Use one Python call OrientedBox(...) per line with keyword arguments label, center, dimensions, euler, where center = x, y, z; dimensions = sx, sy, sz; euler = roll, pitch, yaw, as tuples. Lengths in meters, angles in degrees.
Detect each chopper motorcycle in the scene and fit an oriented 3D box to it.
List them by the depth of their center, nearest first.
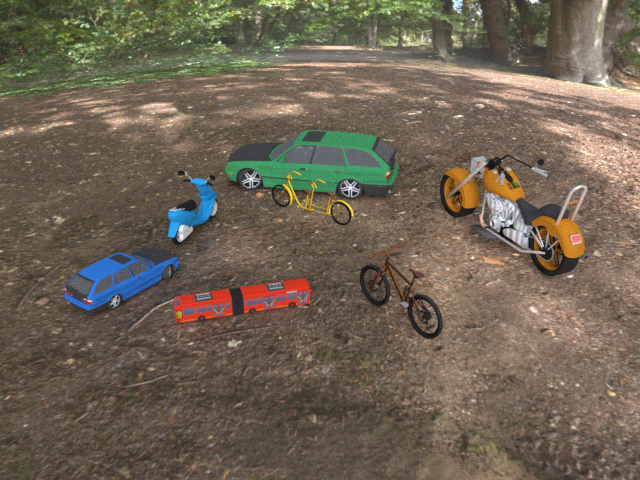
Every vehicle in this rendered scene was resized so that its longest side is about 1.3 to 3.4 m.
OrientedBox(label="chopper motorcycle", center=(2.754, -0.608, 10.356), dimensions=(0.906, 1.480, 3.040), euler=(-12, 30, -22))

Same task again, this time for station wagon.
OrientedBox(label="station wagon", center=(-2.625, 0.443, 9.415), dimensions=(0.682, 0.473, 1.597), euler=(19, 33, 32))
OrientedBox(label="station wagon", center=(-0.164, -1.445, 12.593), dimensions=(3.105, 0.920, 1.327), euler=(6, 28, 11))

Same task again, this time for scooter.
OrientedBox(label="scooter", center=(-1.962, -0.556, 10.869), dimensions=(0.662, 0.919, 1.399), euler=(10, 29, 19))

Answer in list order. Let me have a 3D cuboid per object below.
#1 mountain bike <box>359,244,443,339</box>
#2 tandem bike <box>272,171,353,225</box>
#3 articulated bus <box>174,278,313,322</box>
OrientedBox(label="mountain bike", center=(0.985, 0.613, 8.654), dimensions=(0.573, 0.868, 1.469), euler=(-19, 33, -32))
OrientedBox(label="tandem bike", center=(-0.147, -0.703, 11.413), dimensions=(1.642, 0.682, 0.283), euler=(18, 32, 31))
OrientedBox(label="articulated bus", center=(-0.974, 0.772, 8.977), dimensions=(1.749, 0.289, 0.311), euler=(-7, 28, -14))
